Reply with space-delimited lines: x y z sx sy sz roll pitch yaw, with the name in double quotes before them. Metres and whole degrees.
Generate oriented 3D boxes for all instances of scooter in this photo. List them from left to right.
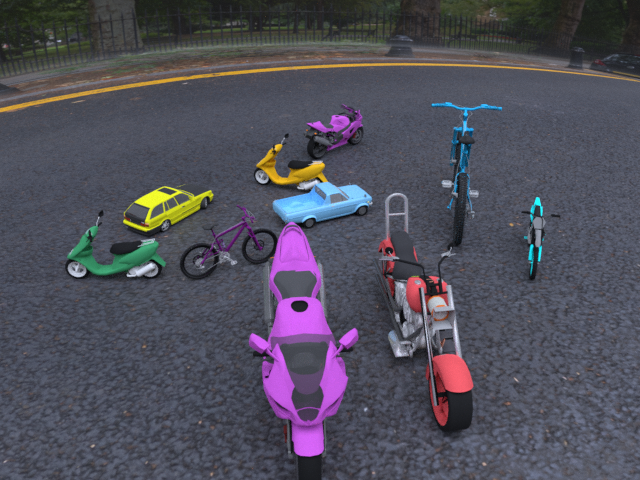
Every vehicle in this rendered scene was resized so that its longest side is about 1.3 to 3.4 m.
"scooter" -2.858 0.138 9.644 1.399 0.919 0.662 0 30 -1
"scooter" -0.523 -1.299 12.164 1.399 0.919 0.662 10 31 17

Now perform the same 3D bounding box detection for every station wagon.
"station wagon" -2.435 -0.600 11.388 0.682 0.473 1.597 18 34 29

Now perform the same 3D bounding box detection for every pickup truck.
"pickup truck" 0.051 -0.618 11.382 1.603 0.511 0.640 -14 32 -23

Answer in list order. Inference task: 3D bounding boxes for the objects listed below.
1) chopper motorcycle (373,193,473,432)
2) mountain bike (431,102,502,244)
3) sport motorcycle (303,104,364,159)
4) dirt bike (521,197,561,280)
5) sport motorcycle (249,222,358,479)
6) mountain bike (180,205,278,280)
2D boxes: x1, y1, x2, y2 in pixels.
"chopper motorcycle" 1.168 0.714 8.067 0.906 1.480 3.040 -4 30 -7
"mountain bike" 2.259 -1.170 11.161 1.114 1.688 2.857 5 30 8
"sport motorcycle" 0.313 -2.117 13.697 1.520 0.821 0.506 -25 38 -36
"dirt bike" 3.118 -0.087 10.100 0.527 0.857 1.493 7 30 12
"sport motorcycle" -0.206 1.127 7.226 0.983 1.596 2.955 -2 30 -4
"mountain bike" -1.269 0.061 9.830 1.469 0.868 0.573 -14 33 -23
